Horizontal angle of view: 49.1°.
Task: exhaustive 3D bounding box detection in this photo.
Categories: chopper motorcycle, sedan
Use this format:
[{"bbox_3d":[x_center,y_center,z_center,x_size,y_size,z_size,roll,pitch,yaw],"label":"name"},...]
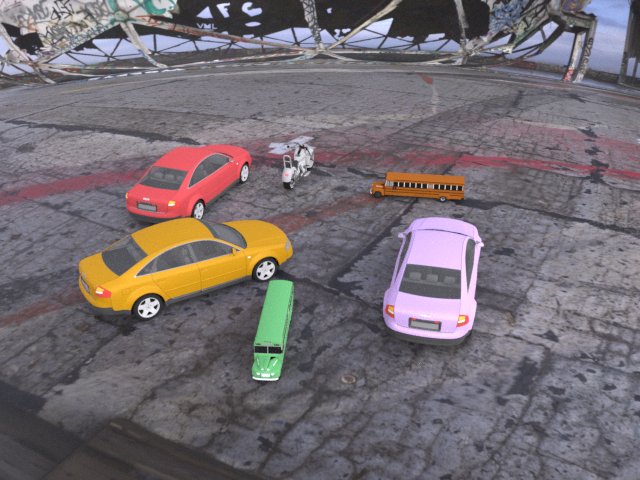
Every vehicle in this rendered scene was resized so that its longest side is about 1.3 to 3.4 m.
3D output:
[{"bbox_3d":[-0.401,-1.530,13.536,0.466,0.761,1.563,8,29,15],"label":"chopper motorcycle"},{"bbox_3d":[1.645,0.350,9.867,1.235,0.940,3.137,7,29,12],"label":"sedan"},{"bbox_3d":[-1.868,0.218,10.111,3.137,0.940,1.235,-17,33,-28],"label":"sedan"},{"bbox_3d":[-2.297,-1.207,12.749,1.235,0.940,3.137,10,30,18],"label":"sedan"}]

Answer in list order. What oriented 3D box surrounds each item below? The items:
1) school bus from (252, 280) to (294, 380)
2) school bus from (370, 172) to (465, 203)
[{"bbox_3d":[-0.590,1.132,8.951,0.365,0.434,1.708,2,28,3],"label":"school bus"},{"bbox_3d":[1.788,-0.981,12.863,1.708,0.434,0.365,4,29,8],"label":"school bus"}]
